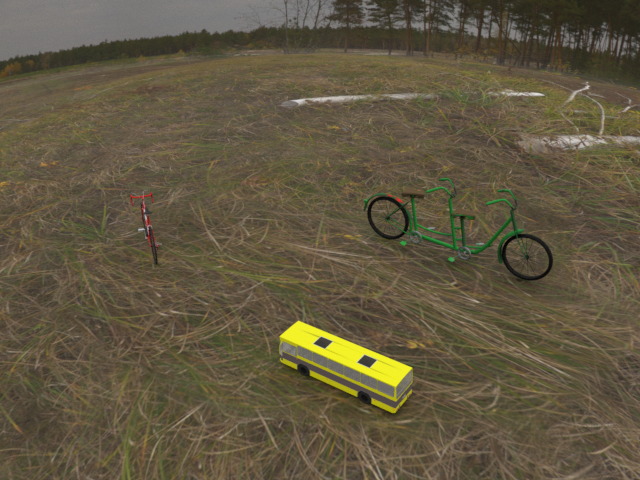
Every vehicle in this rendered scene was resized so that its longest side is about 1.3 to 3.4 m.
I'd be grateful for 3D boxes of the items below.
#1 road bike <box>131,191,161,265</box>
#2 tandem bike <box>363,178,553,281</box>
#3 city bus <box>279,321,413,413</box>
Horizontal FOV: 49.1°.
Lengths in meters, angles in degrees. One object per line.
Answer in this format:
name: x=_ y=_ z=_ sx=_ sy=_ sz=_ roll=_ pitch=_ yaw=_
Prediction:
road bike: x=-2.772 y=-0.239 z=11.269 sx=0.358 sy=0.852 sz=1.545 roll=-10 pitch=31 yaw=-18
tandem bike: x=2.076 y=-0.300 z=10.896 sx=3.192 sy=1.326 sz=0.550 roll=18 pitch=34 yaw=28
city bus: x=0.290 y=1.540 z=8.531 sx=1.674 sy=0.460 sz=0.476 roll=19 pitch=34 yaw=29
